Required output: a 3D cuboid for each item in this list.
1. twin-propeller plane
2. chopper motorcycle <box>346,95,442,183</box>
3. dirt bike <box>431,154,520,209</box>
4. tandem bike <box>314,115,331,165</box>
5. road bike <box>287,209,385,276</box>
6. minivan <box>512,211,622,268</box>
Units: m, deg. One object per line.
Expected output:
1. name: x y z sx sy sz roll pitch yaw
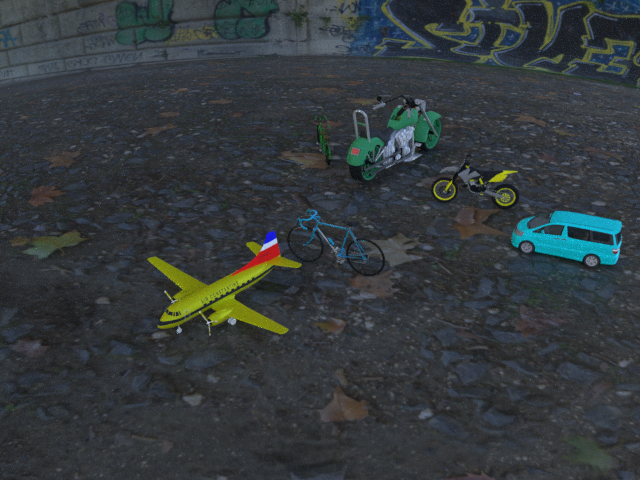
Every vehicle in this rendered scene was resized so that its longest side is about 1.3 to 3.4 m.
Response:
1. twin-propeller plane: -1.268 0.554 9.164 2.663 0.792 2.129 23 36 36
2. chopper motorcycle: 1.514 -2.095 13.328 0.906 1.480 3.040 20 34 33
3. dirt bike: 2.649 -0.967 11.901 1.493 0.857 0.527 7 29 12
4. tandem bike: 0.068 -2.057 14.095 0.283 0.682 1.642 -4 29 -7
5. road bike: 0.213 0.040 10.048 1.545 0.852 0.358 13 31 22
6. minivan: 3.698 -0.079 10.515 1.548 0.616 0.681 13 31 22
